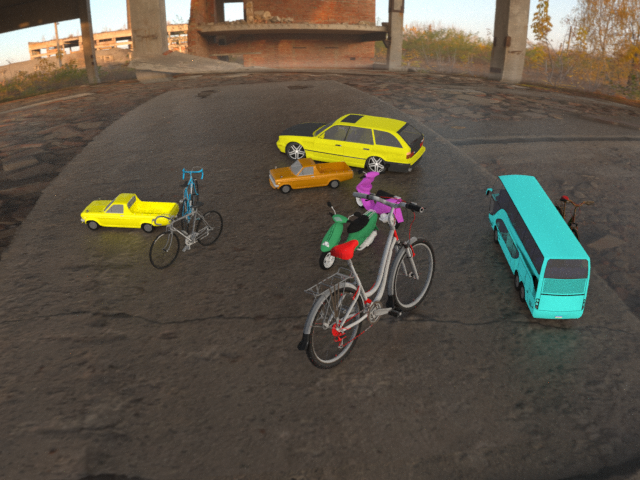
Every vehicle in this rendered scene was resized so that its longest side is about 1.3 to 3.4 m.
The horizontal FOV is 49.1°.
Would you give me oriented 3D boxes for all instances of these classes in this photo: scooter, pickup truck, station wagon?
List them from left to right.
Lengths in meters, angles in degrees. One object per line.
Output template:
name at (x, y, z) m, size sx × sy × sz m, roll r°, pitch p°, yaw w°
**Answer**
pickup truck at (-3.248, -0.493, 11.974) m, size 1.603 × 0.511 × 0.640 m, roll 3°, pitch 27°, yaw 5°
pickup truck at (-0.176, -1.293, 13.541) m, size 1.603 × 0.511 × 0.640 m, roll -7°, pitch 28°, yaw -13°
station wagon at (0.612, -2.129, 14.727) m, size 3.105 × 0.920 × 1.327 m, roll 12°, pitch 29°, yaw 21°
scooter at (0.461, -0.144, 10.844) m, size 0.662 × 0.919 × 1.399 m, roll 22°, pitch 34°, yaw 36°
scooter at (1.010, -0.791, 12.109) m, size 0.662 × 0.919 × 1.399 m, roll -15°, pitch 30°, yaw -26°

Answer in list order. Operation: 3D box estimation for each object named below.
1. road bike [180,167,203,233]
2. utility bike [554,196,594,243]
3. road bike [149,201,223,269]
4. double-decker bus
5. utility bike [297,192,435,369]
road bike at (-2.239, -0.712, 12.028) m, size 0.358 × 0.852 × 1.545 m, roll 0°, pitch 27°, yaw 1°
utility bike at (3.945, -0.291, 11.101) m, size 0.535 × 0.946 × 1.435 m, roll 0°, pitch 27°, yaw 1°
road bike at (-2.064, -0.131, 10.892) m, size 0.358 × 0.852 × 1.545 m, roll 19°, pitch 33°, yaw 33°
double-decker bus at (3.172, -0.035, 10.483) m, size 0.756 × 1.052 × 3.251 m, roll 0°, pitch 27°, yaw 1°
utility bike at (0.602, 0.395, 8.777) m, size 1.039 × 1.839 × 2.791 m, roll 22°, pitch 34°, yaw 36°
